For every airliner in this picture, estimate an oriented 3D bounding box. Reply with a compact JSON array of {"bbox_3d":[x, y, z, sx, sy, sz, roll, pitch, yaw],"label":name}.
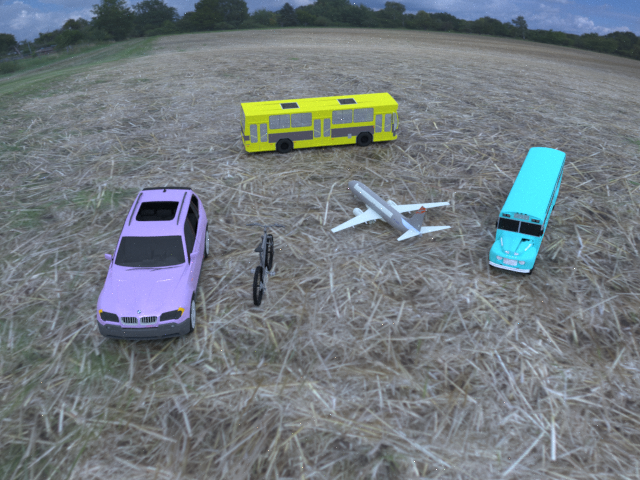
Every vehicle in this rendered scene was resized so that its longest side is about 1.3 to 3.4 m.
[{"bbox_3d":[1.086,-0.681,11.841,2.257,0.835,2.541,-14,33,-22],"label":"airliner"}]

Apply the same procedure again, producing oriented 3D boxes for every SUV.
[{"bbox_3d":[-2.325,0.224,10.017,1.276,1.128,3.058,-1,31,-2],"label":"SUV"}]

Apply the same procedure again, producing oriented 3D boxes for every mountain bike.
[{"bbox_3d":[-0.818,0.283,10.171,0.573,0.868,1.469,3,31,5],"label":"mountain bike"}]

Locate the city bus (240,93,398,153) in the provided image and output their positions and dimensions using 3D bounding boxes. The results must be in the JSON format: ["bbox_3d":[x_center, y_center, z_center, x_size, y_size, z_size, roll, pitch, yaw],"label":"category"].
[{"bbox_3d":[-0.017,-2.457,14.796,3.255,0.894,0.926,-6,31,-11],"label":"city bus"}]

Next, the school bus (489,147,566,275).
[{"bbox_3d":[3.482,-0.555,11.617,0.709,0.844,3.322,13,33,20],"label":"school bus"}]
